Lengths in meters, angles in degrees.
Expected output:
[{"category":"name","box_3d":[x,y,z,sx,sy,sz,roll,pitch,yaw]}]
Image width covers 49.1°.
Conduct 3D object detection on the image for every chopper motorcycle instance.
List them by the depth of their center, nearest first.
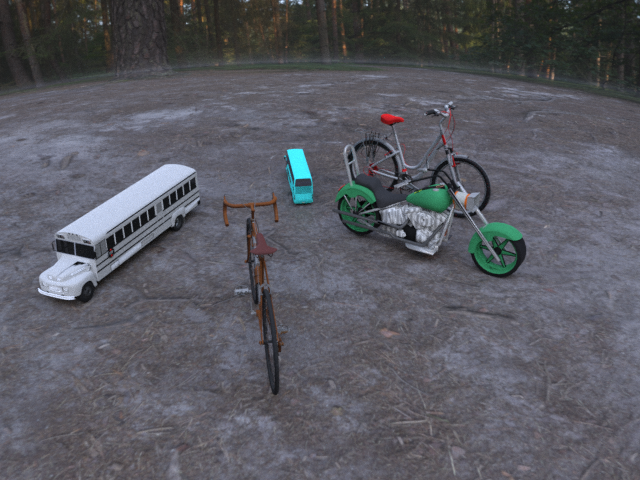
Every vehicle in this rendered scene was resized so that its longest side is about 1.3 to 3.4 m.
[{"category":"chopper motorcycle","box_3d":[1.571,-0.456,10.368,3.040,1.480,0.906,16,32,28]}]

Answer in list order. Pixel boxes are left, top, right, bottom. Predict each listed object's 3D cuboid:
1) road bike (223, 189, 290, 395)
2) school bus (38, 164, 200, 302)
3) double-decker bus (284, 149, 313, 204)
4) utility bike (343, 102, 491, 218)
[{"category":"road bike","box_3d":[-0.721,0.478,8.381,0.696,1.656,3.004,-5,28,-10]},{"category":"school bus","box_3d":[-2.936,-0.189,10.544,0.709,0.844,3.322,10,29,19]},{"category":"double-decker bus","box_3d":[-0.393,-1.197,12.809,0.389,0.541,1.672,-3,28,-7]},{"category":"utility bike","box_3d":[1.659,-1.478,11.944,2.791,1.839,1.039,16,32,29]}]
